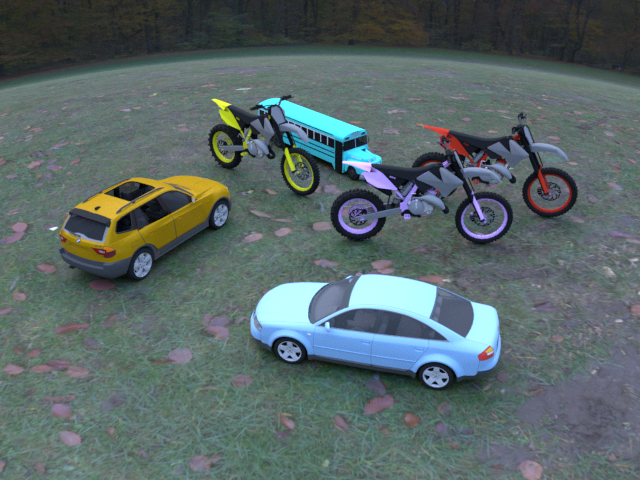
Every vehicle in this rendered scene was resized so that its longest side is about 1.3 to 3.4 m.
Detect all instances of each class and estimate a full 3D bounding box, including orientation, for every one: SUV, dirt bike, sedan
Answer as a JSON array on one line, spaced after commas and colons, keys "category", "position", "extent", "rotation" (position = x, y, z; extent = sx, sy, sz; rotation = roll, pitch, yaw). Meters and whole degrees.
[{"category": "SUV", "position": [-2.674, -0.428, 11.082], "extent": [1.276, 1.128, 3.058], "rotation": [16, 33, 26]}, {"category": "dirt bike", "position": [1.614, -0.708, 11.033], "extent": [2.903, 1.666, 1.024], "rotation": [2, 29, 3]}, {"category": "dirt bike", "position": [-1.112, -1.882, 13.163], "extent": [2.903, 1.666, 1.024], "rotation": [23, 36, 35]}, {"category": "sedan", "position": [0.657, 0.984, 8.715], "extent": [3.137, 0.940, 1.235], "rotation": [7, 30, 13]}, {"category": "dirt bike", "position": [3.007, -1.313, 12.130], "extent": [2.903, 1.666, 1.024], "rotation": [11, 31, 19]}]

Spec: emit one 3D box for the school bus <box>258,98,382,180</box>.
[{"category": "school bus", "position": [-0.041, -2.129, 14.463], "extent": [0.709, 0.844, 3.322], "rotation": [-23, 36, -35]}]
